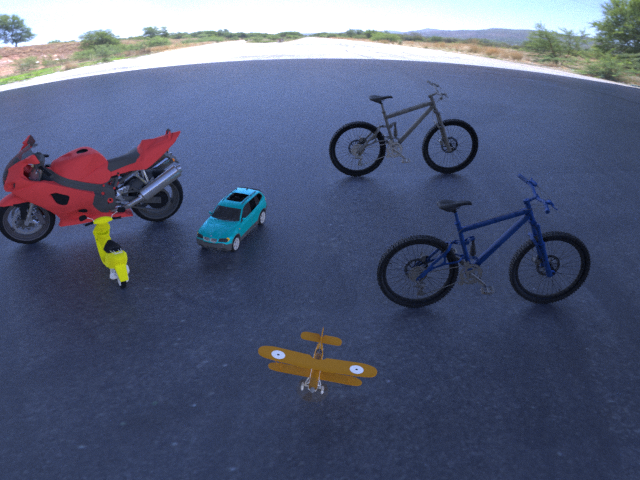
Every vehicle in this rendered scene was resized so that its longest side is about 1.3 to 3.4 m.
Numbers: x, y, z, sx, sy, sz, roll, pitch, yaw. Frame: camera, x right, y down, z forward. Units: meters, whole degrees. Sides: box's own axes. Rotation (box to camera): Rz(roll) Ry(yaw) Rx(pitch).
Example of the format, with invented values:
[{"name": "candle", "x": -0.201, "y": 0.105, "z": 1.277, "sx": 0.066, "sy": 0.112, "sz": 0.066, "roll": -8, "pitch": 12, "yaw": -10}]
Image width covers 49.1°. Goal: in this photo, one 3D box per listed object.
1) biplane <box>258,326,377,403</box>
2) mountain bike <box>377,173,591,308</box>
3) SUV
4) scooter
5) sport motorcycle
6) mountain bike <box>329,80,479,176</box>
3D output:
[{"name": "biplane", "x": -0.009, "y": 1.405, "z": 8.038, "sx": 1.336, "sy": 0.504, "sz": 1.090, "roll": 3, "pitch": 29, "yaw": 5}, {"name": "mountain bike", "x": 2.174, "y": 0.138, "z": 9.134, "sx": 2.857, "sy": 1.688, "sz": 1.114, "roll": -2, "pitch": 28, "yaw": -3}, {"name": "SUV", "x": -1.394, "y": -0.365, "z": 11.224, "sx": 0.656, "sy": 0.580, "sz": 1.572, "roll": 10, "pitch": 30, "yaw": 18}, {"name": "scooter", "x": -3.033, "y": 0.062, "z": 10.081, "sx": 0.662, "sy": 0.919, "sz": 1.399, "roll": -15, "pitch": 32, "yaw": -25}, {"name": "sport motorcycle", "x": -3.600, "y": -0.860, "z": 11.071, "sx": 2.955, "sy": 1.596, "sz": 0.983, "roll": -11, "pitch": 31, "yaw": -20}, {"name": "mountain bike", "x": 1.589, "y": -2.002, "z": 13.084, "sx": 2.857, "sy": 1.688, "sz": 1.114, "roll": -2, "pitch": 29, "yaw": -4}]
